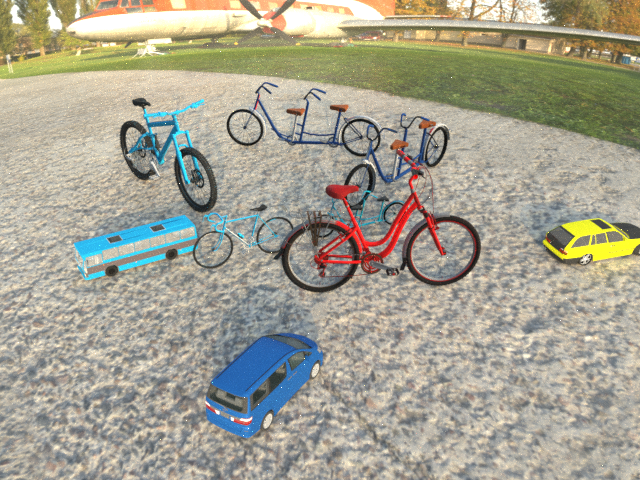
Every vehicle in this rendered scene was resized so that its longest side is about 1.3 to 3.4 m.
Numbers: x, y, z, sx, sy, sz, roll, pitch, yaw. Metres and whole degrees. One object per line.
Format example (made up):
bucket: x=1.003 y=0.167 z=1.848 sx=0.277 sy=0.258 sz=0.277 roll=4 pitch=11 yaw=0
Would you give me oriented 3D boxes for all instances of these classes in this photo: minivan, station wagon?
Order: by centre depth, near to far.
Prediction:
minivan: x=-0.555 y=1.427 z=7.522 sx=0.681 sy=0.616 sz=1.548 roll=16 pitch=33 yaw=27
station wagon: x=4.121 y=-0.034 z=10.303 sx=1.597 sy=0.473 sz=0.682 roll=-8 pitch=30 yaw=-15

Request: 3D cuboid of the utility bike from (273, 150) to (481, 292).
utility bike: x=0.765 y=-0.209 z=9.212 sx=2.791 sy=1.839 sz=1.039 roll=-3 pitch=29 yaw=-5

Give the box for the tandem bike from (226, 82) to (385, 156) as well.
tandem bike: x=-0.319 y=-2.336 z=13.573 sx=3.192 sy=1.326 sz=0.550 roll=6 pitch=30 yaw=12

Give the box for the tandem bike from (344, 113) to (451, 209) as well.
tandem bike: x=1.421 y=-1.556 z=12.167 sx=0.550 sy=1.326 sz=3.192 roll=23 pitch=36 yaw=35

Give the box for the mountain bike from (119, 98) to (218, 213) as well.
mountain bike: x=-2.639 y=-1.542 z=11.769 sx=1.114 sy=1.688 sz=2.857 roll=-25 pitch=37 yaw=-37

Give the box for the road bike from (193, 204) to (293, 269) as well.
road bike: x=-1.079 y=-0.076 z=9.988 sx=1.545 sy=0.852 sz=0.358 roll=-14 pitch=32 yaw=-23

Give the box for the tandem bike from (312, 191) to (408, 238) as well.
tandem bike: x=0.637 y=-0.439 z=10.819 sx=1.642 sy=0.682 sz=0.283 roll=-11 pitch=31 yaw=-18

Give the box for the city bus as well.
city bus: x=-2.617 y=0.111 z=10.056 sx=1.674 sy=0.460 sz=0.476 roll=-17 pitch=33 yaw=-27
